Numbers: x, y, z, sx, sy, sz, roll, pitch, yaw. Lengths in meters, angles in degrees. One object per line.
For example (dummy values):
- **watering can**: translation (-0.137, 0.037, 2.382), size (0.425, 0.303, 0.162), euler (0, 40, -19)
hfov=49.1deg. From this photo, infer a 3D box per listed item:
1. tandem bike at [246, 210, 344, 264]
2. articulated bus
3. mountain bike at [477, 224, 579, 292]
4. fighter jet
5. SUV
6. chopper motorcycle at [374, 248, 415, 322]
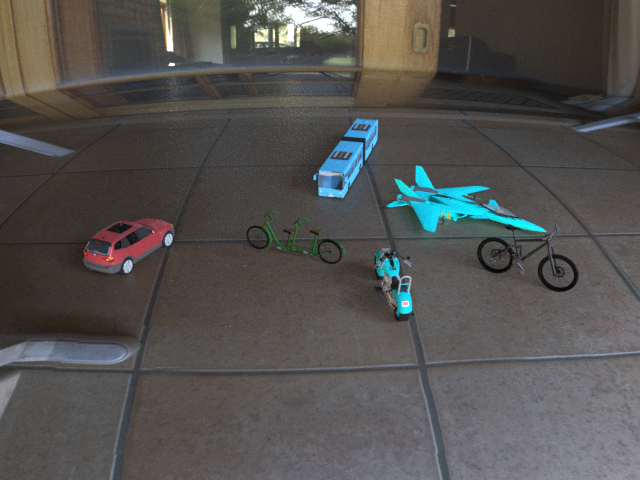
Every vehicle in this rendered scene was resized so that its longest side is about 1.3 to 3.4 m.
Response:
- **tandem bike**: translation (-0.394, -0.050, 10.559), size (1.642, 0.682, 0.283), euler (11, 29, 21)
- **articulated bus**: translation (0.609, -1.708, 13.990), size (0.605, 0.561, 3.401), euler (7, 27, 13)
- **mountain bike**: translation (2.917, 0.204, 9.846), size (1.469, 0.868, 0.573), euler (18, 32, 31)
- **fighter jet**: translation (2.557, -0.626, 11.844), size (2.640, 0.557, 2.229), euler (17, 32, 31)
- **SUV**: translation (-2.867, -0.006, 10.583), size (0.656, 0.580, 1.572), euler (12, 29, 23)
- **chopper motorcycle**: translation (0.967, 0.471, 9.434), size (0.466, 0.761, 1.563), euler (-4, 27, -7)
